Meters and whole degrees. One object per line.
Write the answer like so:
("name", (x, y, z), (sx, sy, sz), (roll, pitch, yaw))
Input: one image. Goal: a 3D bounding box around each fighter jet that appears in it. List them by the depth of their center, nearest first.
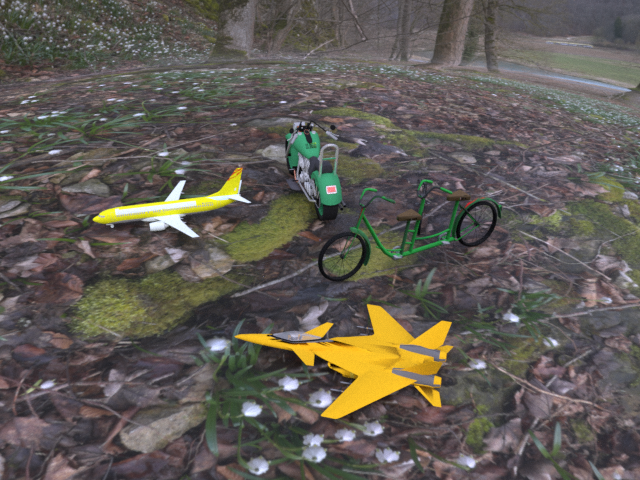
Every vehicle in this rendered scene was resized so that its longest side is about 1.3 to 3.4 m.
("fighter jet", (0.207, 1.220, 8.306), (2.640, 0.557, 2.229), (8, 29, 14))

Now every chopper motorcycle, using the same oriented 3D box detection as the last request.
("chopper motorcycle", (-0.182, -1.452, 12.330), (0.906, 1.480, 3.040), (-7, 29, -13))

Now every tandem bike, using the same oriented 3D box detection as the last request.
("tandem bike", (1.405, -0.249, 10.240), (3.192, 1.326, 0.550), (-13, 31, -23))
("tandem bike", (1.730, -0.693, 11.755), (0.283, 0.682, 1.642), (5, 29, 10))

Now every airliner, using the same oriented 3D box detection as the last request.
("airliner", (-2.475, -0.688, 11.585), (2.541, 0.835, 2.257), (-7, 29, -13))
